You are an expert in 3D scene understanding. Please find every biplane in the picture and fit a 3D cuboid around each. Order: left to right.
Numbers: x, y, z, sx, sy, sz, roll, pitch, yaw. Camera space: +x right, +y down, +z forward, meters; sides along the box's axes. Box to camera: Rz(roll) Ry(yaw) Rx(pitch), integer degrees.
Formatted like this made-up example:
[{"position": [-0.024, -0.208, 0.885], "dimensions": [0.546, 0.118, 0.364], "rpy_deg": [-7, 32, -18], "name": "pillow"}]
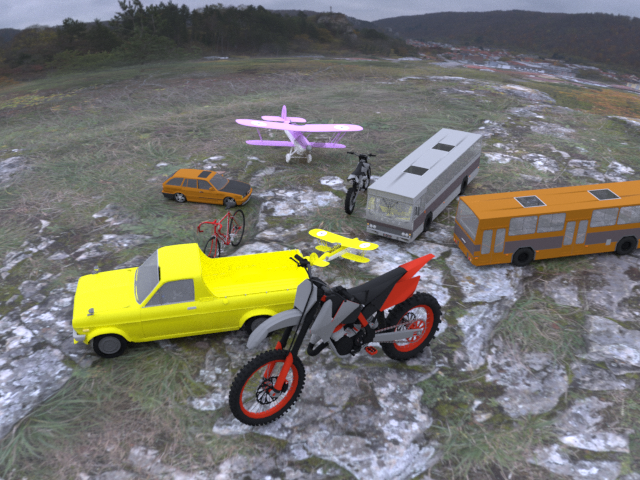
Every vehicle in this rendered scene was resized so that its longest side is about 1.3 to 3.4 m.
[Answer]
[{"position": [-0.472, -2.180, 14.270], "dimensions": [2.598, 0.981, 2.120], "rpy_deg": [-9, 30, -16], "name": "biplane"}, {"position": [0.220, 0.168, 10.455], "dimensions": [1.336, 0.504, 1.090], "rpy_deg": [25, 37, 38], "name": "biplane"}]

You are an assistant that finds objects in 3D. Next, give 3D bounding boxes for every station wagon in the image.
[{"position": [-2.016, -0.963, 12.565], "dimensions": [1.597, 0.473, 0.682], "rpy_deg": [7, 29, 12], "name": "station wagon"}]

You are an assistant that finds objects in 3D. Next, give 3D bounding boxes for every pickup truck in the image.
[{"position": [-1.617, 0.641, 9.075], "dimensions": [3.117, 0.993, 1.244], "rpy_deg": [-6, 29, -11], "name": "pickup truck"}]

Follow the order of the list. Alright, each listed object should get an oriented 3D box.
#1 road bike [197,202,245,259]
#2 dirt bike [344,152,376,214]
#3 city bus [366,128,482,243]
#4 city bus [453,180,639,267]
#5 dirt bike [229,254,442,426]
[{"position": [-1.444, -0.084, 10.555], "dimensions": [0.358, 0.852, 1.545], "rpy_deg": [8, 30, 15], "name": "road bike"}, {"position": [0.679, -1.080, 12.379], "dimensions": [0.527, 0.857, 1.493], "rpy_deg": [9, 30, 16], "name": "dirt bike"}, {"position": [1.882, -1.000, 12.193], "dimensions": [0.926, 0.894, 3.255], "rpy_deg": [16, 32, 26], "name": "city bus"}, {"position": [3.758, -0.246, 10.808], "dimensions": [3.255, 0.894, 0.926], "rpy_deg": [-6, 29, -10], "name": "city bus"}, {"position": [0.279, 0.985, 7.739], "dimensions": [2.903, 1.666, 1.024], "rpy_deg": [-18, 33, -30], "name": "dirt bike"}]
